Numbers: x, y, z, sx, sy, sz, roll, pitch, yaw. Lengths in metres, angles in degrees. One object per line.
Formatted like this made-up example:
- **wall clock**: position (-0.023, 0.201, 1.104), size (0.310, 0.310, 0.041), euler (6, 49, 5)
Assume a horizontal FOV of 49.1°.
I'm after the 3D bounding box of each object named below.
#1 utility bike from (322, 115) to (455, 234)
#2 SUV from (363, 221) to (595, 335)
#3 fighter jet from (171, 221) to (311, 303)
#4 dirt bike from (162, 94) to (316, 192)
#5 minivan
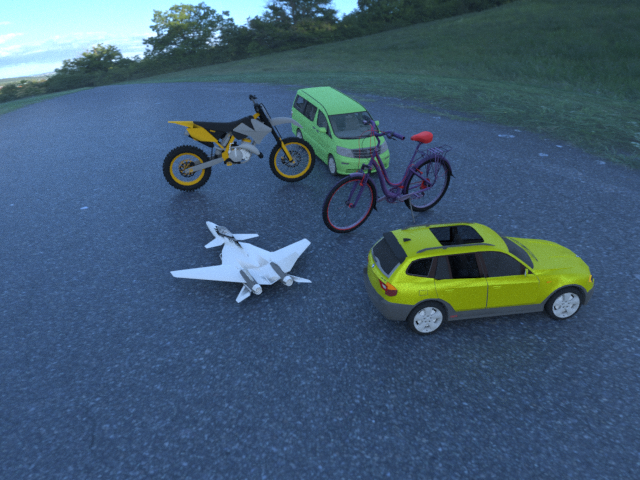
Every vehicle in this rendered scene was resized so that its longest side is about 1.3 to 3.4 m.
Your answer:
- **utility bike**: position (1.271, -1.097, 11.524), size (2.791, 1.839, 1.039), euler (-16, 30, -29)
- **SUV**: position (2.117, 0.385, 9.327), size (3.058, 1.128, 1.276), euler (-5, 27, -10)
- **fighter jet**: position (-1.255, 0.051, 10.648), size (2.229, 0.557, 2.640), euler (-14, 30, -26)
- **dirt bike**: position (-1.503, -1.777, 13.095), size (2.903, 1.666, 1.024), euler (-6, 27, -11)
- **minivan**: position (0.383, -2.321, 14.727), size (1.324, 1.197, 3.011), euler (-10, 28, -20)
